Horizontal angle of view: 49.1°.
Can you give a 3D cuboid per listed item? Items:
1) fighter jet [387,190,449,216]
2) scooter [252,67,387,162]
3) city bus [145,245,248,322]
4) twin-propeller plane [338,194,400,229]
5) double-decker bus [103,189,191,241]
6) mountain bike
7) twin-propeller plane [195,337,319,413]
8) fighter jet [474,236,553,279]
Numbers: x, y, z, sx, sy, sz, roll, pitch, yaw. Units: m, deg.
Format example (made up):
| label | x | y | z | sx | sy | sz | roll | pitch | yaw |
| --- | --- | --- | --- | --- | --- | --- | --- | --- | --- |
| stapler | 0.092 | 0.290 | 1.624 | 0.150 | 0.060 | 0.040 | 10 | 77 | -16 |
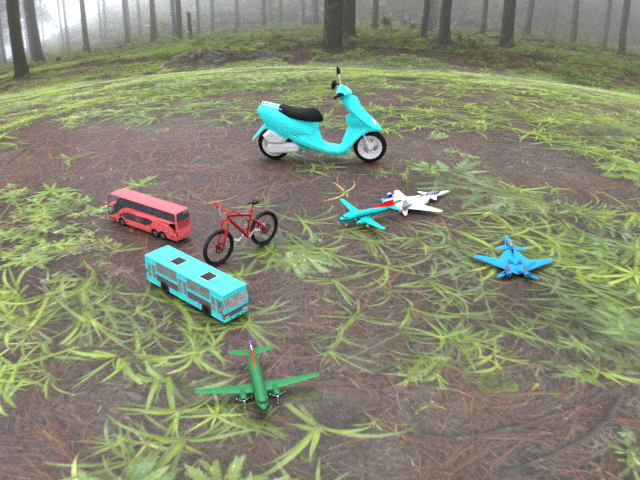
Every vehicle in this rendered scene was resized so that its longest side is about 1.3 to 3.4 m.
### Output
| label | x | y | z | sx | sy | sz | roll | pitch | yaw |
| --- | --- | --- | --- | --- | --- | --- | --- | --- | --- |
| fighter jet | 1.810 | -0.786 | 12.362 | 1.358 | 0.286 | 1.147 | -18 | 32 | -32 |
| scooter | -0.010 | -2.431 | 13.949 | 2.721 | 1.786 | 1.288 | 2 | 27 | 5 |
| city bus | -1.691 | 0.588 | 9.463 | 1.674 | 0.460 | 0.476 | 22 | 34 | 36 |
| twin-propeller plane | 0.779 | -0.493 | 11.652 | 1.095 | 0.407 | 1.370 | -14 | 30 | -25 |
| double-decker bus | -2.809 | -0.425 | 11.369 | 1.672 | 0.541 | 0.389 | 17 | 31 | 30 |
| mountain bike | -1.180 | -0.173 | 10.512 | 0.573 | 0.868 | 1.469 | 23 | 35 | 38 |
| twin-propeller plane | -0.698 | 1.494 | 7.733 | 1.370 | 0.407 | 1.095 | -6 | 27 | -11 |
| fighter jet | 2.888 | 0.156 | 10.506 | 1.147 | 0.286 | 1.358 | 3 | 27 | 5 |
